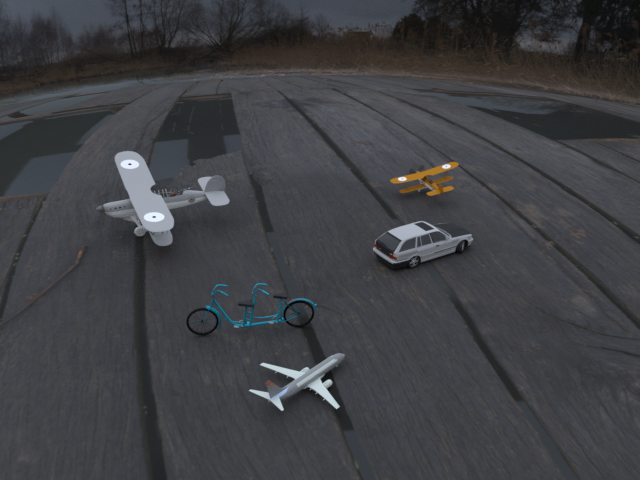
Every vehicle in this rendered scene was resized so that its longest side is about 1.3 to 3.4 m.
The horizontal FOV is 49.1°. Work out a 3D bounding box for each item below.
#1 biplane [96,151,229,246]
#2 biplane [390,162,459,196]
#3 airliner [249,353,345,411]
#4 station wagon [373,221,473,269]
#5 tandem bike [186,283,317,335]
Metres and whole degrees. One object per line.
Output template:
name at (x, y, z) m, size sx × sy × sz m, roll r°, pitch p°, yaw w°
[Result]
biplane at (-2.539, -0.627, 11.373) m, size 2.120 × 0.981 × 2.598 m, roll -11°, pitch 29°, yaw -22°
biplane at (1.966, -1.035, 12.731) m, size 1.336 × 0.504 × 1.090 m, roll -8°, pitch 28°, yaw -17°
airliner at (-0.144, 1.464, 7.779) m, size 1.161 × 0.429 × 1.307 m, roll 22°, pitch 34°, yaw 36°
station wagon at (1.604, -0.008, 10.696) m, size 1.597 × 0.473 × 0.682 m, roll -15°, pitch 30°, yaw -27°
tandem bike at (-0.846, 0.851, 8.729) m, size 1.642 × 0.682 × 0.283 m, roll -4°, pitch 27°, yaw -8°
